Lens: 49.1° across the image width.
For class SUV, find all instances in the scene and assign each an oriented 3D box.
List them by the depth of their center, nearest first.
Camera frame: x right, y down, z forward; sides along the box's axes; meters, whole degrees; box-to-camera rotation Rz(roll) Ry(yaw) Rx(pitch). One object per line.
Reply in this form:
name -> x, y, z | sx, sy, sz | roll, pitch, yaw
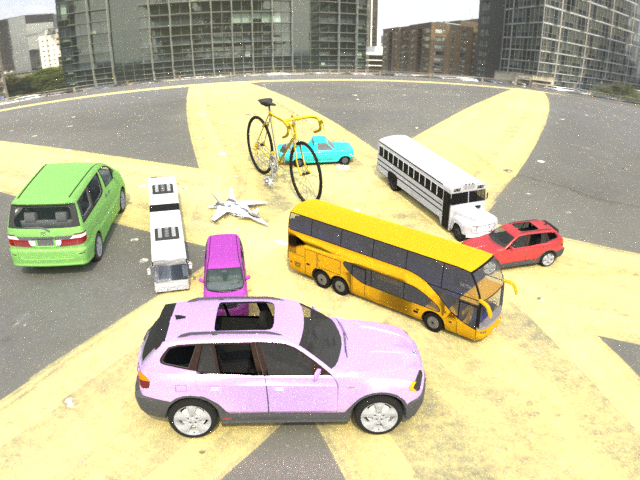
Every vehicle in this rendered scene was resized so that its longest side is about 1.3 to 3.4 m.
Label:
SUV -> -0.409, 1.254, 7.439 | 3.058, 1.128, 1.276 | -1, 26, -1
SUV -> 2.876, 0.067, 10.497 | 1.572, 0.580, 0.656 | -7, 27, -14

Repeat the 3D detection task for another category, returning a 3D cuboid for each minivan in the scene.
minivan -> -1.301, 0.490, 9.589 | 0.681, 0.616, 1.548 | -3, 26, -7
minivan -> -3.950, -0.607, 11.176 | 1.324, 1.197, 3.011 | -1, 26, -3

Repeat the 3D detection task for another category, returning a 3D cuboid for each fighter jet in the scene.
fighter jet -> -1.317, -0.539, 12.076 | 1.147, 0.286, 1.358 | -22, 34, -37

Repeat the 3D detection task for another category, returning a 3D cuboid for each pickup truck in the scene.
pickup truck -> -0.091, -1.868, 14.543 | 1.603, 0.511, 0.640 | -3, 26, -7

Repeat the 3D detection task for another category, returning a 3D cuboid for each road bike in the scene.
road bike -> -0.723, -1.744, 12.983 | 0.696, 1.656, 3.004 | -14, 29, -27

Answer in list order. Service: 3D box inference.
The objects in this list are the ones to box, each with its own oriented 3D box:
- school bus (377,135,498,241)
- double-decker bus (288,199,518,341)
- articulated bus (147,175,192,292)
school bus -> 2.005, -0.982, 12.348 | 0.709, 0.844, 3.322 | -10, 28, -19
double-decker bus -> 0.964, 0.353, 9.373 | 3.251, 1.052, 0.756 | 19, 32, 34
articulated bus -> -2.435, -0.208, 11.083 | 0.605, 0.561, 3.401 | -6, 27, -12
